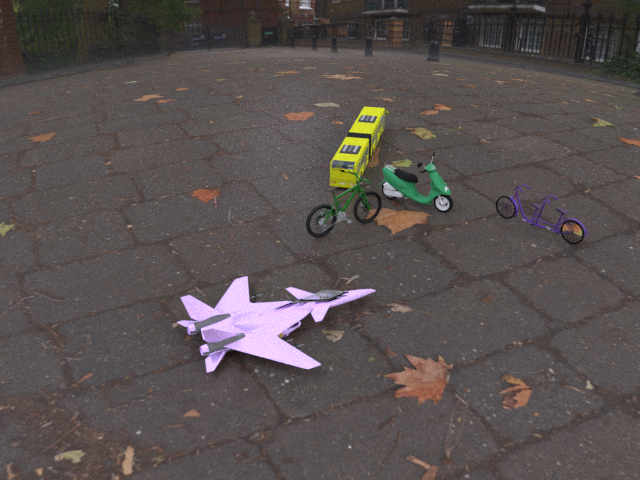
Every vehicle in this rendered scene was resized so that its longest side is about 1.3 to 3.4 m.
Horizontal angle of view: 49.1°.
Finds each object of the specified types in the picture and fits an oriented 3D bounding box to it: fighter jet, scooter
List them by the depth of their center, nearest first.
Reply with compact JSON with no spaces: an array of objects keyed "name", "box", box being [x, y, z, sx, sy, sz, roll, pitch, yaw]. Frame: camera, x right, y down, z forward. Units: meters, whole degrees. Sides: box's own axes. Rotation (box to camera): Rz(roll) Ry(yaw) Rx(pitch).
[{"name":"fighter jet","box":[-0.405,0.832,8.968,2.640,0.557,2.229,-14,32,-24]},{"name":"scooter","box":[1.649,-1.019,12.000,1.399,0.919,0.662,17,33,28]}]

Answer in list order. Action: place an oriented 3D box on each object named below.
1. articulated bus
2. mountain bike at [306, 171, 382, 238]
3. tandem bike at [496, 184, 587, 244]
[{"name":"articulated bus","box":[0.808,-1.922,14.040,0.605,0.561,3.401,7,29,12]},{"name":"mountain bike","box":[0.404,-0.554,11.196,1.469,0.868,0.573,-17,33,-29]},{"name":"tandem bike","box":[3.522,-0.448,11.197,0.283,0.682,1.642,-24,37,-37]}]
